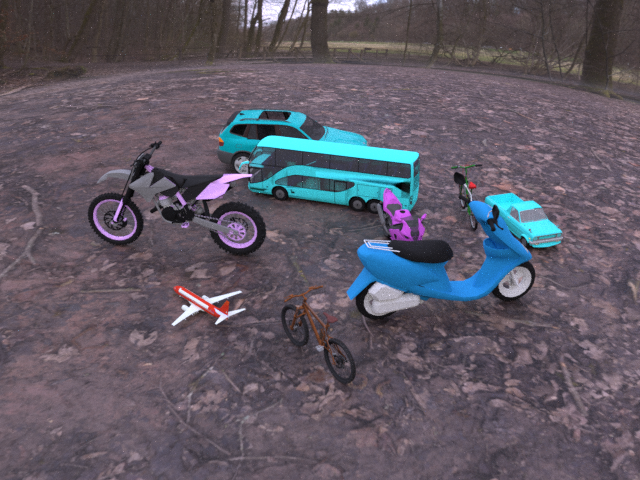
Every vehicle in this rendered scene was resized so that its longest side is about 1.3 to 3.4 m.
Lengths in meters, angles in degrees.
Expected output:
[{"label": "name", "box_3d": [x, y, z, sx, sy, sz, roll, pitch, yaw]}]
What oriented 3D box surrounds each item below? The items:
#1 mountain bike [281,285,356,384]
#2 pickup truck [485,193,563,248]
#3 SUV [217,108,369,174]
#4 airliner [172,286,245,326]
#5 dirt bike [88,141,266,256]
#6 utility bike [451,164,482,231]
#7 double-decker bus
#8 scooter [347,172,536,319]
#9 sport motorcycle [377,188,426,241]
[{"label": "mountain bike", "box_3d": [-0.042, 1.116, 8.490, 0.573, 0.868, 1.469, -19, 34, -32]}, {"label": "pickup truck", "box_3d": [3.387, -0.394, 11.722, 0.640, 0.511, 1.603, -8, 29, -15]}, {"label": "SUV", "box_3d": [-0.534, -1.964, 14.026, 3.058, 1.128, 1.276, 4, 28, 7]}, {"label": "airliner", "box_3d": [-1.628, 0.788, 9.579, 1.307, 0.429, 1.161, 25, 37, 38]}, {"label": "dirt bike", "box_3d": [-2.270, -0.575, 10.829, 2.903, 1.666, 1.024, 4, 28, 8]}, {"label": "utility bike", "box_3d": [2.510, -0.791, 12.006, 0.535, 0.946, 1.435, -1, 28, -1]}, {"label": "double-decker bus", "box_3d": [0.169, -1.207, 12.679, 3.251, 1.052, 0.756, 9, 29, 16]}, {"label": "scooter", "box_3d": [1.695, 0.172, 9.292, 2.721, 1.786, 1.288, -6, 29, -12]}, {"label": "sport motorcycle", "box_3d": [1.268, -0.186, 10.998, 0.506, 0.821, 1.520, -6, 29, -12]}]
